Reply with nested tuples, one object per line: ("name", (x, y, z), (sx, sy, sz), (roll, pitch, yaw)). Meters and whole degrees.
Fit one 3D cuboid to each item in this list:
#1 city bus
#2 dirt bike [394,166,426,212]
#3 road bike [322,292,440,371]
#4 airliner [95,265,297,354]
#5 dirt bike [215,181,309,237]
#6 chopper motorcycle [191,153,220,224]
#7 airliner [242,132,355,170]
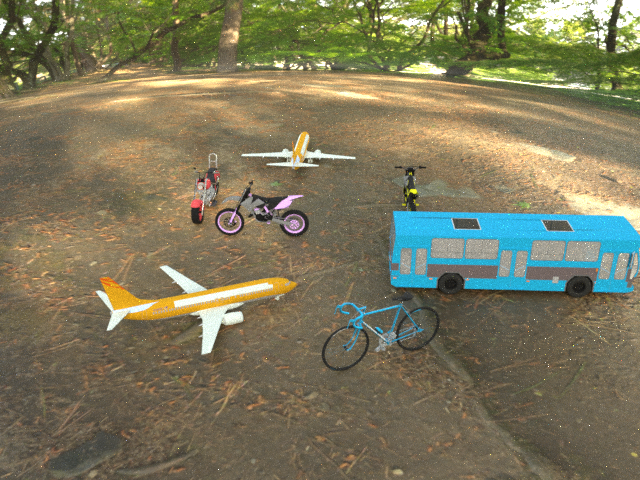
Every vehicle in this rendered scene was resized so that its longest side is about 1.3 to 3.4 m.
("city bus", (2.602, 0.193, 9.654), (3.255, 0.894, 0.926), (1, 26, 3))
("dirt bike", (1.493, -0.768, 11.631), (0.527, 0.857, 1.493), (1, 26, 2))
("road bike", (0.724, 1.023, 8.031), (1.545, 0.852, 0.358), (-11, 29, -22))
("airliner", (-1.477, 0.609, 8.882), (2.541, 0.835, 2.257), (-11, 28, -21))
("dirt bike", (-0.919, -0.445, 10.981), (1.493, 0.857, 0.527), (1, 26, 2))
("chopper motorcycle", (-1.969, -0.891, 11.987), (0.466, 0.761, 1.563), (2, 26, 5))
("airliner", (-0.408, -1.943, 14.022), (2.257, 0.835, 2.541), (2, 26, 4))
